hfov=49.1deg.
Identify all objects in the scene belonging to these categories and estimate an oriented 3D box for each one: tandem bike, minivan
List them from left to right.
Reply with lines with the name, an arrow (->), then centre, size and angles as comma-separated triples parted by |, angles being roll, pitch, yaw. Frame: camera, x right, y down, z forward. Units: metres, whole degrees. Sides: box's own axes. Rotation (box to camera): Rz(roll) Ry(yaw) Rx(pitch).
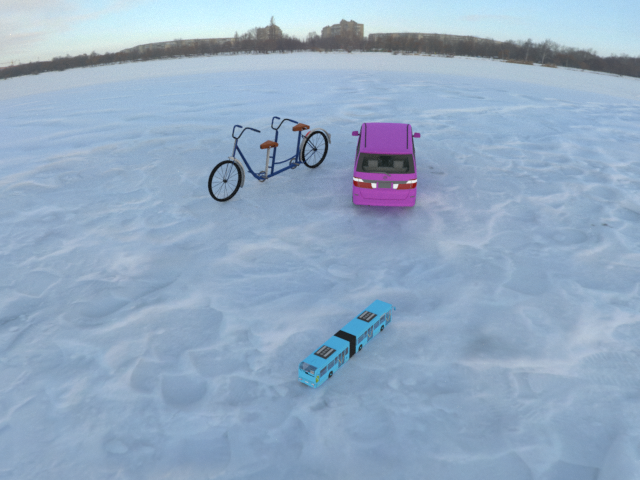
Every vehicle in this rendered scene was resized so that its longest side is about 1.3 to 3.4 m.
tandem bike -> -0.873, -1.690, 13.215 | 0.550, 1.326, 3.192 | 23, 34, 37
minivan -> 1.226, -1.578, 13.133 | 1.324, 1.197, 3.011 | 2, 27, 5

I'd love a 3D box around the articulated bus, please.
articulated bus -> 0.354, 1.233, 8.559 | 0.311, 0.289, 1.749 | 18, 32, 31
